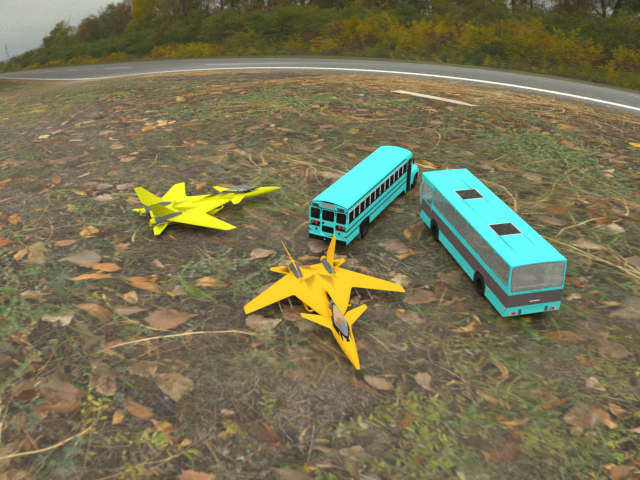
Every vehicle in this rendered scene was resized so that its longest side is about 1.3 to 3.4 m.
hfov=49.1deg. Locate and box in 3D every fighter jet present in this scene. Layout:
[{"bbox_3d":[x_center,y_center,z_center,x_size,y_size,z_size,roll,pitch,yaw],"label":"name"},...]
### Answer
[{"bbox_3d":[-1.857,-0.792,12.267,2.640,0.557,2.229,-16,32,-28],"label":"fighter jet"},{"bbox_3d":[0.132,0.778,9.286,2.229,0.557,2.640,-7,28,-13],"label":"fighter jet"}]

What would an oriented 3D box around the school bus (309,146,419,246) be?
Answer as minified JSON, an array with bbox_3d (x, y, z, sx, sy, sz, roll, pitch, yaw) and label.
[{"bbox_3d":[0.878,-0.879,12.125,0.709,0.844,3.322,14,31,24],"label":"school bus"}]

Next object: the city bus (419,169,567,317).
[{"bbox_3d":[2.433,-0.041,10.478,0.926,0.894,3.255,-6,28,-12],"label":"city bus"}]
